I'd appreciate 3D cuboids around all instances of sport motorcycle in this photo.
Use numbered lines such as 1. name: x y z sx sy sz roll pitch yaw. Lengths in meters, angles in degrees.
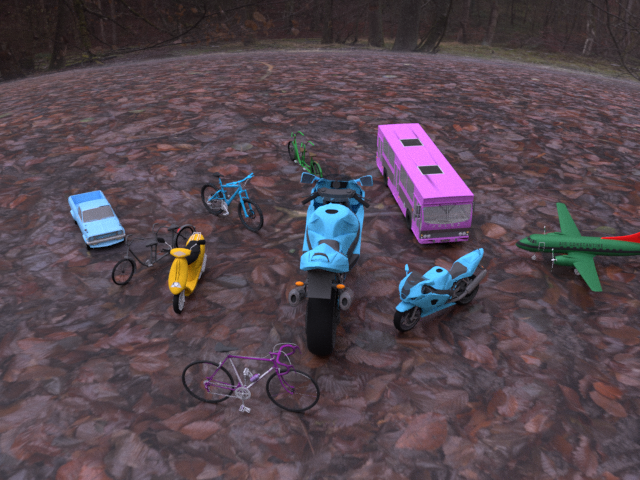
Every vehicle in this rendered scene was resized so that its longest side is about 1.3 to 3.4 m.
1. sport motorcycle: 1.554 0.646 9.122 1.520 0.821 0.506 -20 35 -31
2. sport motorcycle: 0.143 0.179 9.163 0.983 1.596 2.955 3 29 6

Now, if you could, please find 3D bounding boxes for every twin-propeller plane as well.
1. twin-propeller plane: 3.987 -0.006 10.320 2.129 0.792 2.663 3 29 6

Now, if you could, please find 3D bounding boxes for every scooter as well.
1. scooter: -1.826 0.304 9.635 0.662 0.919 1.399 3 29 5

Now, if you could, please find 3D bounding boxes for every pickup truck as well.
1. pickup truck: -3.632 -0.398 11.313 0.640 0.511 1.603 -14 32 -24

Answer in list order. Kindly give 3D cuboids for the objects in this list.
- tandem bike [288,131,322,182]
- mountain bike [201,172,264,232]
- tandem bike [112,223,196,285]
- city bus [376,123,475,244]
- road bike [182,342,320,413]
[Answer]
1. tandem bike: -0.303 -1.612 13.313 0.283 0.682 1.642 -12 31 -21
2. mountain bike: -1.464 -0.678 11.447 1.469 0.868 0.573 23 36 35
3. tandem bike: -2.415 0.088 10.265 0.283 0.682 1.642 19 35 31
4. city bus: 1.701 -1.032 12.054 0.926 0.894 3.255 -4 29 -7
5. road bike: -0.764 1.487 7.583 1.545 0.852 0.358 4 29 8
